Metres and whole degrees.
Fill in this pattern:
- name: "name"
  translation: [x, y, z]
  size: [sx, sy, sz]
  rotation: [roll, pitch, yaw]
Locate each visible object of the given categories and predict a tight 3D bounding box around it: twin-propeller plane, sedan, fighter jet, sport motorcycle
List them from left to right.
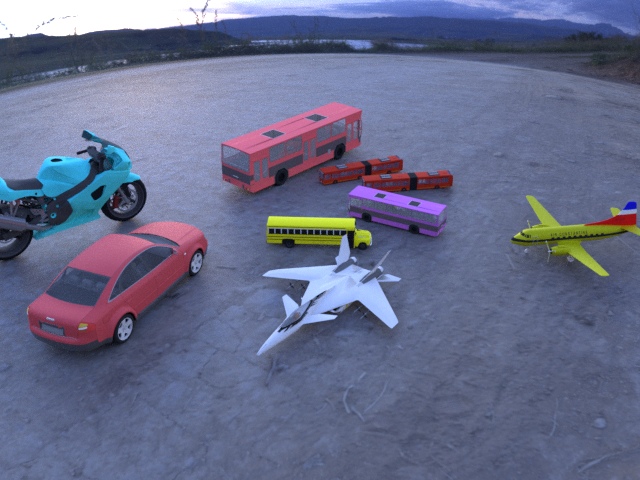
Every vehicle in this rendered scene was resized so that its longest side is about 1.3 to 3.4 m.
- name: "sport motorcycle"
  translation: [-4.190, -0.720, 11.259]
  size: [2.955, 1.596, 0.983]
  rotation: [-22, 36, -34]
- name: "sedan"
  translation: [-2.736, 0.421, 9.910]
  size: [1.235, 0.940, 3.137]
  rotation: [12, 32, 20]
- name: "fighter jet"
  translation: [-0.021, 0.777, 9.671]
  size: [2.229, 0.557, 2.640]
  rotation: [20, 35, 31]
- name: "twin-propeller plane"
  translation: [4.063, -0.195, 11.149]
  size: [2.129, 0.792, 2.663]
  rotation: [-5, 30, -8]

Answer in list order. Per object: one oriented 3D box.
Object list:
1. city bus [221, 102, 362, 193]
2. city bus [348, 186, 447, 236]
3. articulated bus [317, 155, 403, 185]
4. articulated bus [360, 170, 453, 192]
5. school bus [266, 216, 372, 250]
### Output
- name: "city bus"
  translation: [-0.479, -1.868, 13.998]
  size: [0.926, 0.894, 3.255]
  rotation: [24, 37, 35]
- name: "city bus"
  translation: [1.307, -0.488, 12.003]
  size: [1.674, 0.460, 0.476]
  rotation: [15, 33, 25]
- name: "articulated bus"
  translation: [0.804, -1.378, 13.748]
  size: [1.749, 0.289, 0.311]
  rotation: [-12, 32, -20]
- name: "articulated bus"
  translation: [1.643, -1.106, 13.267]
  size: [1.749, 0.289, 0.311]
  rotation: [-5, 30, -8]
- name: "school bus"
  translation: [-0.008, -0.124, 11.386]
  size: [1.708, 0.434, 0.365]
  rotation: [2, 30, 3]
